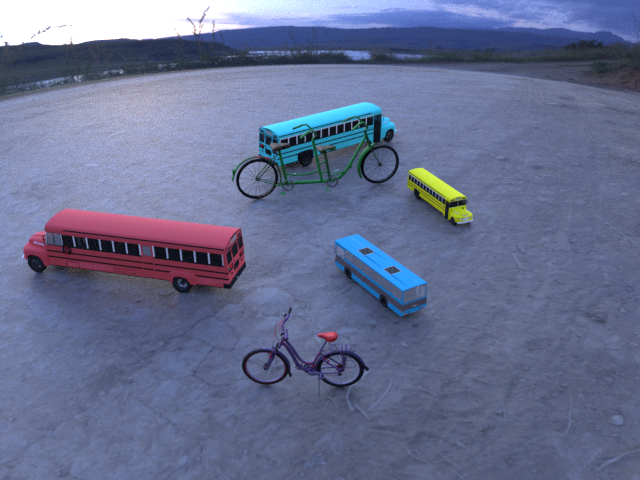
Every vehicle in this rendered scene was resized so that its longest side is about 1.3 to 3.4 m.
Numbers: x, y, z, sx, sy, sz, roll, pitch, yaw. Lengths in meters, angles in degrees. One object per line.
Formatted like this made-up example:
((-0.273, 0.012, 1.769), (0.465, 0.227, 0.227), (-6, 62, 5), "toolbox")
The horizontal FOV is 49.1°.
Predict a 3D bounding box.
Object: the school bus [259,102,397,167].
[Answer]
((0.257, -2.247, 14.659), (3.322, 0.844, 0.709), (-21, 34, -34), "school bus")

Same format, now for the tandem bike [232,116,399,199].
((-0.035, -1.492, 12.683), (3.192, 1.326, 0.550), (-8, 29, -15), "tandem bike")

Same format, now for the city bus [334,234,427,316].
((0.815, 0.484, 9.818), (0.476, 0.460, 1.674), (-16, 31, -27), "city bus")

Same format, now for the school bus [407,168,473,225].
((2.094, -0.770, 12.260), (0.365, 0.434, 1.708), (-11, 29, -20), "school bus")

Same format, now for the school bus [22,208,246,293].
((-2.756, 0.117, 10.108), (3.322, 0.844, 0.709), (7, 28, 12), "school bus")

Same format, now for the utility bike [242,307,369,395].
((-0.169, 1.286, 7.745), (1.435, 0.946, 0.535), (1, 27, 2), "utility bike")
